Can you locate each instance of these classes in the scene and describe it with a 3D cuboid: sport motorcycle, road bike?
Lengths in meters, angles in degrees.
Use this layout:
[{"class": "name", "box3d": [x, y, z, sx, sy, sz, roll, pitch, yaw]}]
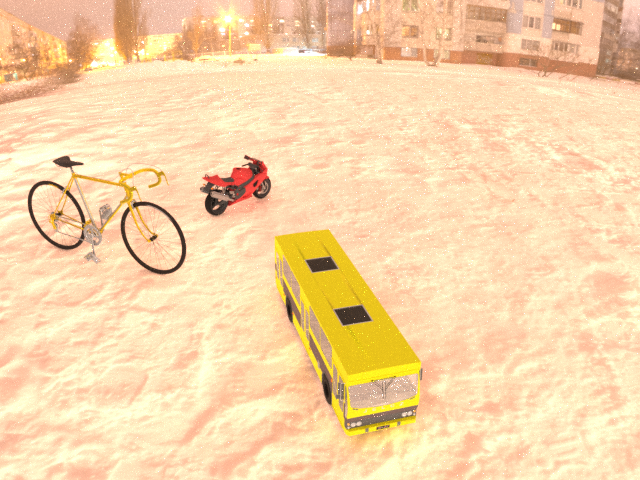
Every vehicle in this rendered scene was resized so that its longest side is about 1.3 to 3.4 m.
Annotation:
[{"class": "sport motorcycle", "box3d": [-1.458, -0.975, 12.467, 0.506, 0.821, 1.520, 24, 35, 39]}, {"class": "road bike", "box3d": [-3.270, -0.420, 10.444, 3.004, 1.656, 0.697, 12, 29, 22]}]

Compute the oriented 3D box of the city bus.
[{"class": "city bus", "box3d": [0.196, 0.978, 8.521, 0.926, 0.894, 3.255, -8, 28, -15]}]
